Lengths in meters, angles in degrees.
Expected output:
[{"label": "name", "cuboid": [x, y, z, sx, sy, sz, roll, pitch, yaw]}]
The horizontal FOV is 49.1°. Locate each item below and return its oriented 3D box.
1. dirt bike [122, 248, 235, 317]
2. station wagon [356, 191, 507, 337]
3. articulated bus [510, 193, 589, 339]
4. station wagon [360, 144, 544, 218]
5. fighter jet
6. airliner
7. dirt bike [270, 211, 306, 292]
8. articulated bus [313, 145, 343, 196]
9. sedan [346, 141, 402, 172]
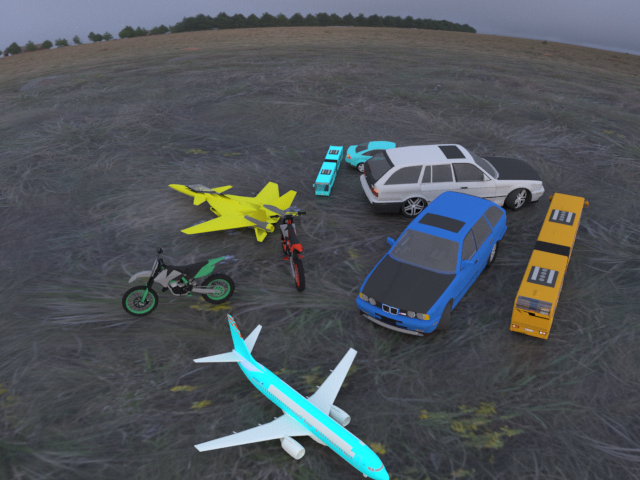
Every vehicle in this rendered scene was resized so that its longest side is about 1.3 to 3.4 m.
[{"label": "dirt bike", "cuboid": [-1.872, 0.569, 9.238, 1.493, 0.857, 0.527, -9, 31, -15]}, {"label": "station wagon", "cuboid": [1.650, 0.174, 9.857, 1.327, 0.920, 3.105, 17, 34, 26]}, {"label": "articulated bus", "cuboid": [3.338, 0.248, 10.088, 0.605, 0.561, 3.401, 13, 32, 21]}, {"label": "station wagon", "cuboid": [2.295, -1.109, 12.073, 3.105, 0.920, 1.327, -4, 30, -7]}, {"label": "fighter jet", "cuboid": [-1.644, -0.747, 11.810, 2.640, 0.557, 2.229, 20, 35, 30]}, {"label": "airliner", "cuboid": [-0.215, 1.644, 7.405, 2.257, 0.835, 2.541, -25, 39, -37]}, {"label": "dirt bike", "cuboid": [-0.416, 0.072, 10.098, 0.527, 0.857, 1.493, -7, 31, -12]}, {"label": "articulated bus", "cuboid": [0.179, -1.318, 13.065, 0.311, 0.289, 1.749, 5, 30, 8]}, {"label": "sedan", "cuboid": [1.295, -1.597, 13.351, 1.613, 0.483, 0.635, 4, 30, 7]}]
